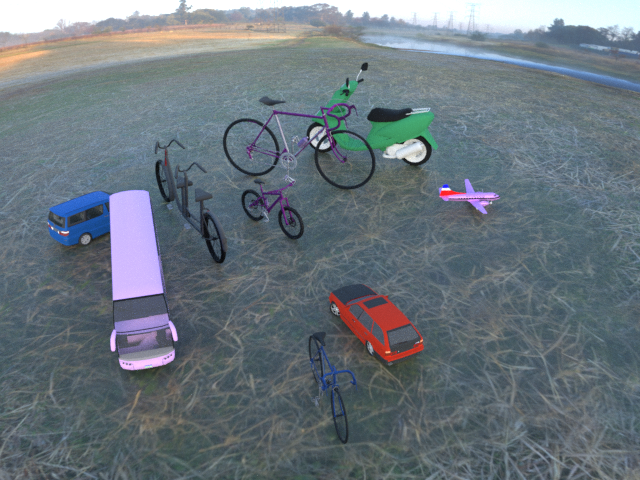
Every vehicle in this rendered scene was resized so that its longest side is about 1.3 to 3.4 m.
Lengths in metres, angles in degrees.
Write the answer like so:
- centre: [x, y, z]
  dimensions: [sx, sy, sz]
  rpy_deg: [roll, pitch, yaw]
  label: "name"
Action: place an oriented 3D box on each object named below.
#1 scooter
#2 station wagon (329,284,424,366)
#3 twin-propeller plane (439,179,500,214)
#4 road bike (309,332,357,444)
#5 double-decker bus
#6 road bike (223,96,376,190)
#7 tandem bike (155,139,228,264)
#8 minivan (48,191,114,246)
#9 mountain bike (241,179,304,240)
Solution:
- centre: [1.004, -2.426, 13.771]
  dimensions: [2.721, 1.786, 1.288]
  rpy_deg: [10, 32, 17]
  label: "scooter"
- centre: [0.697, 0.990, 9.156]
  dimensions: [0.682, 0.473, 1.597]
  rpy_deg: [-14, 33, -23]
  label: "station wagon"
- centre: [2.651, -0.807, 12.341]
  dimensions: [1.095, 0.407, 1.370]
  rpy_deg: [-2, 30, -3]
  label: "twin-propeller plane"
- centre: [0.079, 1.539, 7.823]
  dimensions: [0.358, 0.852, 1.545]
  rpy_deg: [-8, 31, -14]
  label: "road bike"
- centre: [-2.467, 0.457, 9.502]
  dimensions: [0.756, 1.052, 3.251]
  rpy_deg: [-8, 31, -13]
  label: "double-decker bus"
- centre: [-0.428, -1.809, 12.831]
  dimensions: [3.004, 1.656, 0.697]
  rpy_deg: [10, 31, 16]
  label: "road bike"
- centre: [-2.163, -0.747, 11.318]
  dimensions: [0.550, 1.326, 3.192]
  rpy_deg: [-16, 33, -25]
  label: "tandem bike"
- centre: [-3.651, -0.436, 11.490]
  dimensions: [0.681, 0.616, 1.548]
  rpy_deg: [24, 38, 36]
  label: "minivan"
- centre: [-0.800, -0.563, 11.456]
  dimensions: [1.469, 0.868, 0.573]
  rpy_deg: [25, 39, 37]
  label: "mountain bike"
